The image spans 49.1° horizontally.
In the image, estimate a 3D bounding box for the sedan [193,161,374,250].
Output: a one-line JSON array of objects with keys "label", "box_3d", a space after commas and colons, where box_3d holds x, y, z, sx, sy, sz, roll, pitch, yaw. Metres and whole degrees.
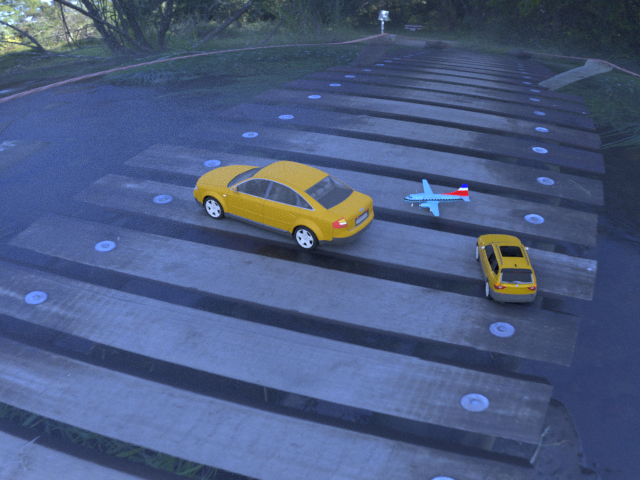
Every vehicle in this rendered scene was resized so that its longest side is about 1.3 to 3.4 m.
[{"label": "sedan", "box_3d": [-0.650, -0.729, 11.135, 3.137, 0.940, 1.235, 18, 34, 28]}]

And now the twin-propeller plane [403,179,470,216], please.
[{"label": "twin-propeller plane", "box_3d": [1.944, -0.747, 11.702, 1.095, 0.407, 1.370, -1, 30, -1]}]

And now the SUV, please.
[{"label": "SUV", "box_3d": [2.579, 0.300, 9.705, 0.656, 0.580, 1.572, 2, 30, 3]}]
